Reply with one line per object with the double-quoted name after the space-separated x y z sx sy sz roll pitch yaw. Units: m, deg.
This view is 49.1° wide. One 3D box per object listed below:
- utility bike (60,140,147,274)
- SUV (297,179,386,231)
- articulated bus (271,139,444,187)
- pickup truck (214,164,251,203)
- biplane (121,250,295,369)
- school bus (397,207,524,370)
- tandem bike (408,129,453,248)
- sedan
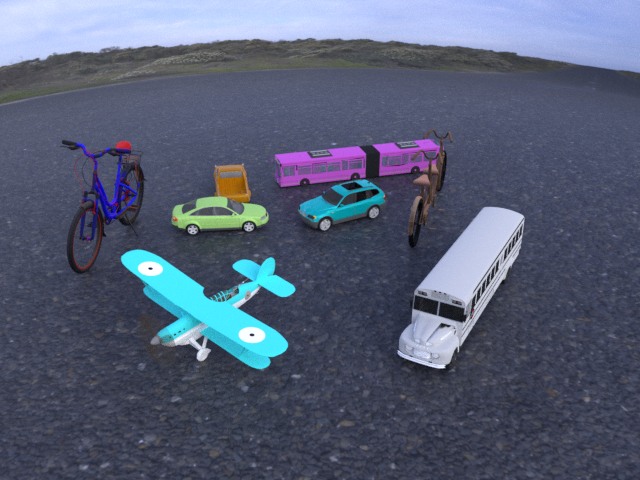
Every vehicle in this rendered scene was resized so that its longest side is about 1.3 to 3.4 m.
-3.194 -0.755 10.850 1.039 1.839 2.791 4 28 8 "utility bike"
0.381 -0.635 11.992 1.572 0.580 0.656 -14 31 -26 "SUV"
0.772 -1.525 13.743 3.401 0.561 0.605 -8 28 -14 "articulated bus"
-1.634 -1.063 12.901 0.640 0.511 1.603 -4 28 -8 "pickup truck"
-1.238 0.838 8.692 2.598 0.981 2.120 20 33 33 "biplane"
1.967 0.549 9.402 0.709 0.844 3.322 14 30 25 "school bus"
1.868 -0.999 11.886 0.550 1.326 3.192 9 28 16 "tandem bike"
-1.673 -0.446 11.732 1.613 0.483 0.635 -3 27 -5 "sedan"
